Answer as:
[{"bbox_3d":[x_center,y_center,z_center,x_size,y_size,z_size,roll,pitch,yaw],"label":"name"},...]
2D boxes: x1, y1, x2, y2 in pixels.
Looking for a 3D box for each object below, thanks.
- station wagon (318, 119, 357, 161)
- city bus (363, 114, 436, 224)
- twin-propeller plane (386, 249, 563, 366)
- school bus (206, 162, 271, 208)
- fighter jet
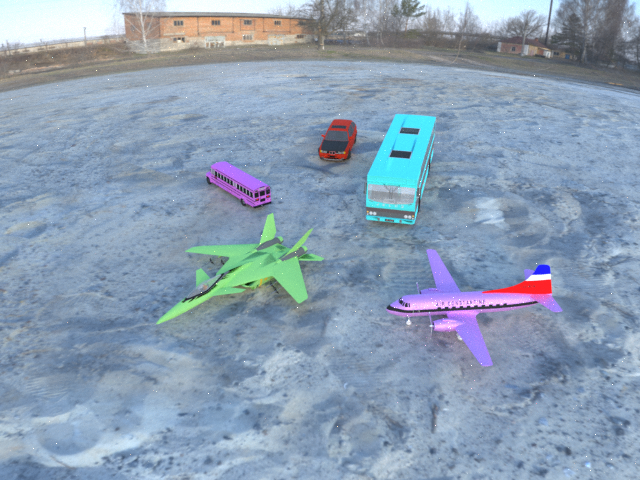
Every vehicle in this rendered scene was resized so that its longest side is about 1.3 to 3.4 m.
[{"bbox_3d":[0.380,-2.089,14.367,0.682,0.473,1.597,5,28,9],"label":"station wagon"},{"bbox_3d":[1.489,-1.311,12.445,0.926,0.894,3.255,6,29,12],"label":"city bus"},{"bbox_3d":[1.882,0.693,8.766,2.129,0.792,2.663,-3,28,-5],"label":"twin-propeller plane"},{"bbox_3d":[-1.482,-1.004,12.357,0.365,0.434,1.708,-20,34,-33],"label":"school bus"},{"bbox_3d":[-1.204,0.416,9.541,2.229,0.557,2.640,21,34,34],"label":"fighter jet"}]
